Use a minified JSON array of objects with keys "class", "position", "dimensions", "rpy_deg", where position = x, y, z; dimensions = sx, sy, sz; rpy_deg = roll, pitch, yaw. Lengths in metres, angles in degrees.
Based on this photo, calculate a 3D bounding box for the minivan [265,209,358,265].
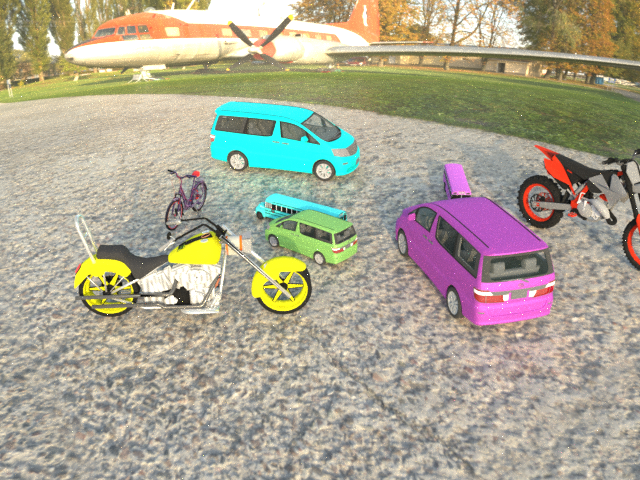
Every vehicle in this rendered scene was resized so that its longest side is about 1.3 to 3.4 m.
[{"class":"minivan","position":[-0.167,-0.115,10.872],"dimensions":[1.548,0.616,0.681],"rpy_deg":[20,32,35]}]

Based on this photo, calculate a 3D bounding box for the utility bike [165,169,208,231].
[{"class":"utility bike","position":[-2.208,-0.774,11.844],"dimensions":[0.535,0.946,1.435],"rpy_deg":[9,27,18]}]

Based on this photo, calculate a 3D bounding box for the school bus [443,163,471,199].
[{"class":"school bus","position":[2.487,-0.900,12.685],"dimensions":[0.365,0.434,1.708],"rpy_deg":[2,26,3]}]

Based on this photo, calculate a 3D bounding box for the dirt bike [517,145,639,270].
[{"class":"dirt bike","position":[4.236,-0.614,10.696],"dimensions":[1.024,1.666,2.903],"rpy_deg":[-17,31,-31]}]

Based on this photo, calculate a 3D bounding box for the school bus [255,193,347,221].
[{"class":"school bus","position":[-0.356,-0.439,11.741],"dimensions":[1.708,0.434,0.365],"rpy_deg":[16,30,29]}]

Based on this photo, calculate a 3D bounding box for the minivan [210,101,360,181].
[{"class":"minivan","position":[-0.690,-2.045,14.161],"dimensions":[3.011,1.197,1.324],"rpy_deg":[8,27,16]}]

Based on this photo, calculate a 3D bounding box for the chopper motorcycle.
[{"class":"chopper motorcycle","position":[-1.627,0.319,8.999],"dimensions":[3.040,1.480,0.906],"rpy_deg":[-2,26,-4]}]

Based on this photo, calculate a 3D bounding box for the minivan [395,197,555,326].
[{"class":"minivan","position":[2.055,0.054,9.864],"dimensions":[1.324,1.197,3.011],"rpy_deg":[-7,27,-14]}]
